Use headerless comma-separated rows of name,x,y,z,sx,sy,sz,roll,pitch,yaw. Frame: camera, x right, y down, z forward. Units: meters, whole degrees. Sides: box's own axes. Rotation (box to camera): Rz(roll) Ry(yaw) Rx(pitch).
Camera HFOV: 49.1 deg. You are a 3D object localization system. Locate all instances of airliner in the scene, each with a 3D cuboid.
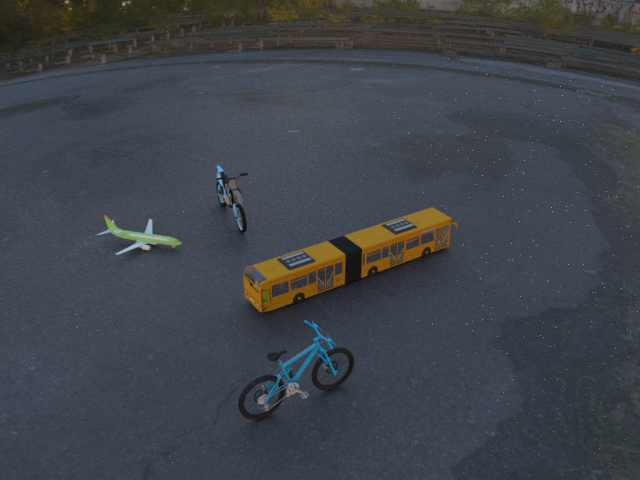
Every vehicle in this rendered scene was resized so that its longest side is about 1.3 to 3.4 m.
airliner,-2.782,-0.127,10.950,1.307,0.429,1.161,7,30,12

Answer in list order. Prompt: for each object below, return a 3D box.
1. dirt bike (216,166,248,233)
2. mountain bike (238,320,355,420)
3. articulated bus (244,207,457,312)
dirt bike,-1.479,-0.742,11.601,0.527,0.857,1.493,-12,32,-20
mountain bike,-0.237,1.458,7.712,1.469,0.868,0.573,-17,34,-27
articulated bus,0.510,0.236,10.177,3.401,0.561,0.605,-18,34,-28
